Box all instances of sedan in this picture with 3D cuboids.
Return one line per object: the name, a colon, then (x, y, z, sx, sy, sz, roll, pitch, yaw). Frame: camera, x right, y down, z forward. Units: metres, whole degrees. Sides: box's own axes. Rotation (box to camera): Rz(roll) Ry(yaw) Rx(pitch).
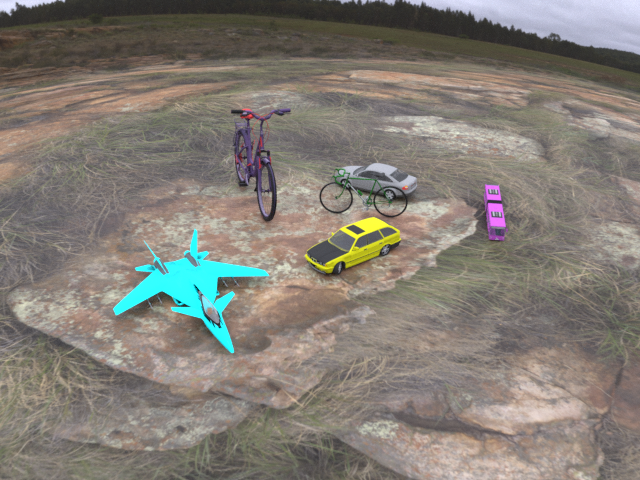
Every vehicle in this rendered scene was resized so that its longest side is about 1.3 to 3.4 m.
sedan: (1.037, -1.175, 13.175, 1.613, 0.483, 0.635, 16, 32, 27)

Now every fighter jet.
fighter jet: (-1.681, 0.692, 9.645, 2.229, 0.557, 2.640, -14, 31, -24)

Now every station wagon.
station wagon: (0.519, 0.050, 10.920, 1.597, 0.473, 0.682, -20, 34, -33)

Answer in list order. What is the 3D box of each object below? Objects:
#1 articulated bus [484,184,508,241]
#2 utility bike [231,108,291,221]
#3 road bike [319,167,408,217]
articulated bus: (3.019, -0.504, 12.138, 0.311, 0.289, 1.749, 4, 29, 8)
utility bike: (-1.110, -1.591, 12.519, 1.039, 1.839, 2.791, -10, 30, -17)
road bike: (0.750, -0.811, 12.114, 1.545, 0.852, 0.358, 5, 29, 9)
